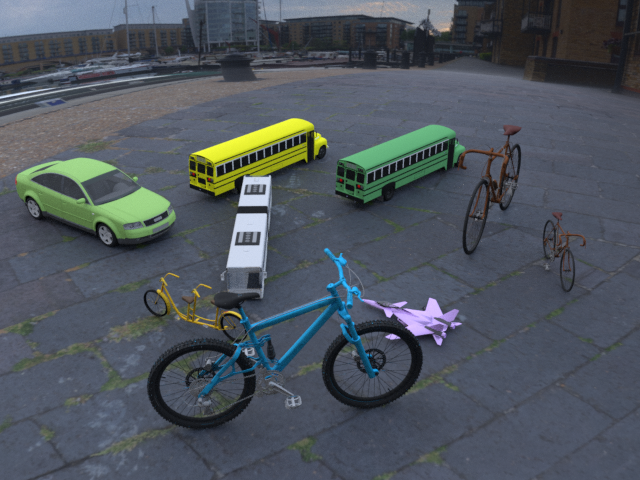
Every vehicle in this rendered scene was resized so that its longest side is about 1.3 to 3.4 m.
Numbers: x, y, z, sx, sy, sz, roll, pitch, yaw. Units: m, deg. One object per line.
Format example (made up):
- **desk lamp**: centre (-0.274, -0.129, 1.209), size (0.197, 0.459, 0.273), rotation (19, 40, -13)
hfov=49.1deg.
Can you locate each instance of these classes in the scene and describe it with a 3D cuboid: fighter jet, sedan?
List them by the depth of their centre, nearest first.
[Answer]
- **fighter jet**: centre (1.095, 0.909, 9.041), size (1.358, 0.286, 1.147), rotation (18, 32, 32)
- **sedan**: centre (-3.760, -0.756, 11.603), size (3.137, 0.940, 1.235), rotation (17, 32, 30)

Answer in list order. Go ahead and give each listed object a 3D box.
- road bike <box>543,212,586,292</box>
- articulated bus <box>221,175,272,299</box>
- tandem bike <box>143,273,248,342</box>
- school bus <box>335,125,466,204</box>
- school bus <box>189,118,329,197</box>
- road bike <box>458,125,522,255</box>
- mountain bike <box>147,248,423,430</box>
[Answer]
- **road bike**: centre (3.426, 0.094, 10.024), size (0.358, 0.852, 1.545), rotation (1, 27, 2)
- **articulated bus**: centre (-1.053, -0.158, 10.842), size (0.605, 0.561, 3.401), rotation (-1, 27, -1)
- **tandem bike**: centre (-1.577, 0.827, 8.765), size (1.642, 0.682, 0.283), rotation (13, 30, 24)
- **school bus**: centre (1.636, -1.489, 13.154), size (0.709, 0.844, 3.322), rotation (23, 35, 38)
- **school bus**: centre (-1.060, -1.662, 13.494), size (0.709, 0.844, 3.322), rotation (20, 33, 34)
- **road bike**: centre (2.806, -0.927, 11.147), size (0.696, 1.656, 3.004), rotation (14, 30, 26)
- **mountain bike**: centre (-0.315, 1.124, 7.069), size (2.857, 1.688, 1.114), rotation (-5, 27, -9)
